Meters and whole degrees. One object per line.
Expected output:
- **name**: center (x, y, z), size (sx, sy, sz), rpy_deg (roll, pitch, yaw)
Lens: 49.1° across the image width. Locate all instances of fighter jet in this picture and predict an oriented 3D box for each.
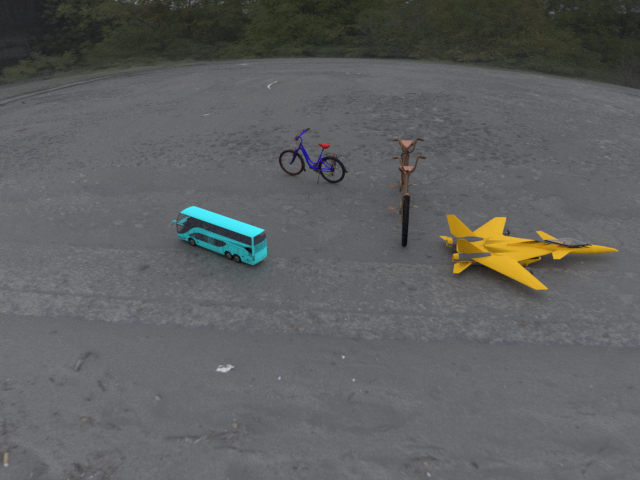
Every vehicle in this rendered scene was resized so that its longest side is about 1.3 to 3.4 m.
- **fighter jet**: center (3.227, 0.029, 10.556), size (2.640, 0.557, 2.229), rpy_deg (-1, 28, -1)

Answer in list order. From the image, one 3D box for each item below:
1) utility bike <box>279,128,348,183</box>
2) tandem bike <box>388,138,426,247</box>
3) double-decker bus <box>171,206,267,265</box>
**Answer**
- **utility bike**: center (-0.160, -1.538, 13.047), size (1.435, 0.946, 0.535), rpy_deg (12, 31, 22)
- **tandem bike**: center (1.450, -1.079, 11.798), size (0.550, 1.326, 3.192), rpy_deg (3, 28, 5)
- **double-decker bus**: center (-1.555, -0.088, 10.789), size (1.672, 0.541, 0.389), rpy_deg (18, 33, 30)
